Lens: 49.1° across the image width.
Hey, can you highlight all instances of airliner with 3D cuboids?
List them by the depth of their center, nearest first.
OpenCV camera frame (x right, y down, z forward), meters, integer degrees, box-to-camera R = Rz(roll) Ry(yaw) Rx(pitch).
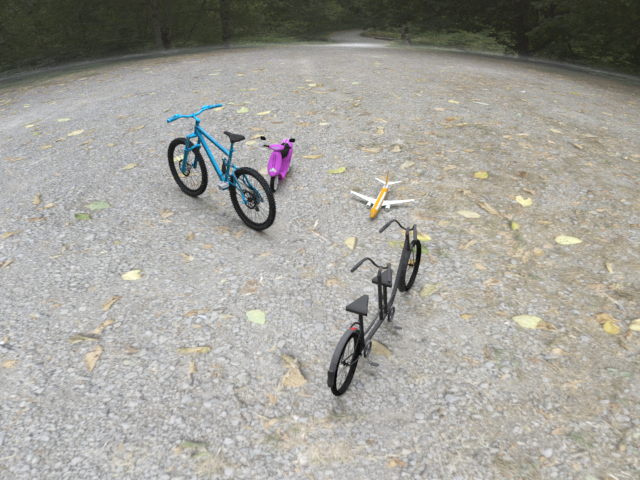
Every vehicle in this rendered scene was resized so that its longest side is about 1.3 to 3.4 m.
[{"bbox_3d":[1.065,-0.801,12.318,1.161,0.429,1.307,9,32,15],"label":"airliner"}]

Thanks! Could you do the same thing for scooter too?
[{"bbox_3d":[-0.743,-1.558,13.119,0.662,0.919,1.399,6,31,10],"label":"scooter"}]

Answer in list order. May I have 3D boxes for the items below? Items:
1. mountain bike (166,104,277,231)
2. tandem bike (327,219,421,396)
[{"bbox_3d":[-1.738,-1.247,11.836,2.857,1.688,1.114,27,40,37],"label":"mountain bike"},{"bbox_3d":[0.780,0.684,8.921,0.550,1.326,3.192,13,33,22],"label":"tandem bike"}]
